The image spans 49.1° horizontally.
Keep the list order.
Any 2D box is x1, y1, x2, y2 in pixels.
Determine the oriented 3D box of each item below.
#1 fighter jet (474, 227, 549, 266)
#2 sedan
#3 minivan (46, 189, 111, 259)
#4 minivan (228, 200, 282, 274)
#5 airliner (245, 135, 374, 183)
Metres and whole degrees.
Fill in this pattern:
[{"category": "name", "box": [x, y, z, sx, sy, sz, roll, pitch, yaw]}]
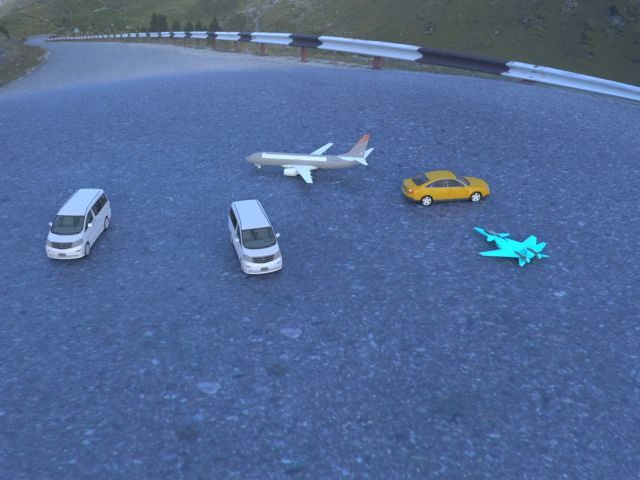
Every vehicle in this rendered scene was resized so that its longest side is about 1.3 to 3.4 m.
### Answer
[{"category": "fighter jet", "box": [2.887, -0.022, 10.989, 1.147, 0.286, 1.358, -15, 31, -28]}, {"category": "sedan", "box": [2.283, -0.981, 12.670, 1.613, 0.483, 0.635, -5, 27, -9]}, {"category": "minivan", "box": [-3.829, -0.266, 11.107, 0.681, 0.616, 1.548, 1, 27, 2]}, {"category": "minivan", "box": [-1.010, -0.058, 10.695, 0.681, 0.616, 1.548, -7, 28, -14]}, {"category": "airliner", "box": [-0.255, -1.736, 13.776, 2.541, 0.835, 2.257, 5, 27, 10]}]
